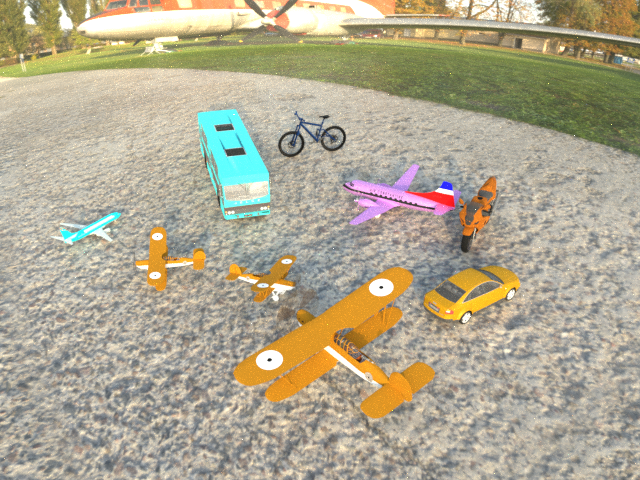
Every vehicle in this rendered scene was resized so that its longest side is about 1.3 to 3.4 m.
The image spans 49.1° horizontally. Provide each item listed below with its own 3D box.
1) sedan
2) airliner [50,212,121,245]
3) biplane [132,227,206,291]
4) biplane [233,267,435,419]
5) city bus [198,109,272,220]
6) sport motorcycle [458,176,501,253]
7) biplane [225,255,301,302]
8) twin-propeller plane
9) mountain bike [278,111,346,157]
[{"bbox_3d":[2.169,0.681,9.860,1.613,0.483,0.635,-20,36,-31],"label":"sedan"},{"bbox_3d":[-3.772,-0.277,11.546,1.161,0.429,1.307,16,34,26],"label":"airliner"},{"bbox_3d":[-2.249,0.335,10.429,1.090,0.504,1.336,-4,31,-7],"label":"biplane"},{"bbox_3d":[0.301,1.340,8.247,2.598,0.981,2.120,-22,37,-33],"label":"biplane"},{"bbox_3d":[-1.663,-1.464,13.109,0.926,0.894,3.255,-8,31,-14],"label":"city bus"},{"bbox_3d":[2.584,-0.425,11.411,0.506,0.821,1.520,14,33,23],"label":"sport motorcycle"},{"bbox_3d":[-0.794,0.559,10.048,1.090,0.504,1.336,10,32,16],"label":"biplane"},{"bbox_3d":[1.335,-0.841,12.150,2.129,0.792,2.663,16,34,25],"label":"twin-propeller plane"},{"bbox_3d":[-0.153,-2.164,14.327,1.469,0.868,0.573,-10,32,-16],"label":"mountain bike"}]
